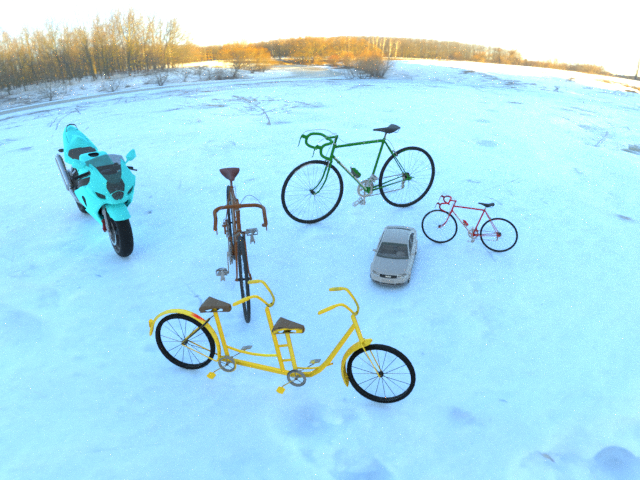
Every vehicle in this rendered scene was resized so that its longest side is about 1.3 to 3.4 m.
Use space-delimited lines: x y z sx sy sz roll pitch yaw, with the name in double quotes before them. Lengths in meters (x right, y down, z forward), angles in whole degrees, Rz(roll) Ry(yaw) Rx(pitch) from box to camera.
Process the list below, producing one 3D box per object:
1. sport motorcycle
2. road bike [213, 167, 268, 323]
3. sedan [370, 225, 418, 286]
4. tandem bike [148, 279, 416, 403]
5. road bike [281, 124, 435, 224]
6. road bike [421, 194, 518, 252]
"sport motorcycle" -3.690 -0.874 11.606 0.983 1.596 2.955 -15 30 -28
"road bike" -1.189 -0.099 9.933 0.696 1.656 3.004 -5 26 -10
"sedan" 1.147 0.173 10.718 0.635 0.483 1.613 6 26 11
"tandem bike" -0.496 1.085 7.862 3.192 1.326 0.550 7 27 14
"road bike" 0.726 -1.196 12.204 3.004 1.656 0.697 -11 28 -21
"road bike" 2.390 -0.263 11.198 1.545 0.852 0.358 9 27 18
